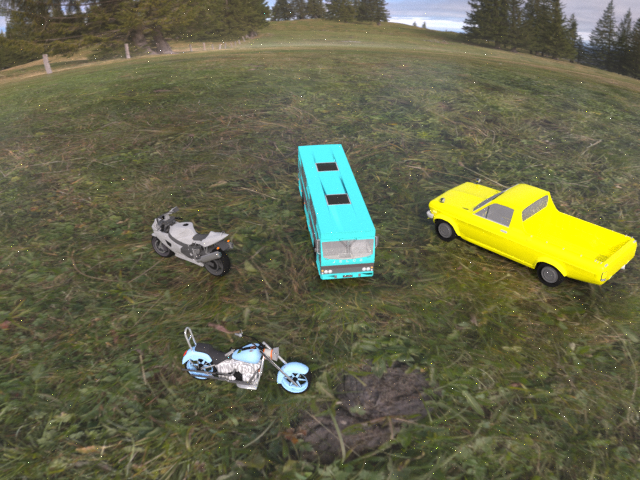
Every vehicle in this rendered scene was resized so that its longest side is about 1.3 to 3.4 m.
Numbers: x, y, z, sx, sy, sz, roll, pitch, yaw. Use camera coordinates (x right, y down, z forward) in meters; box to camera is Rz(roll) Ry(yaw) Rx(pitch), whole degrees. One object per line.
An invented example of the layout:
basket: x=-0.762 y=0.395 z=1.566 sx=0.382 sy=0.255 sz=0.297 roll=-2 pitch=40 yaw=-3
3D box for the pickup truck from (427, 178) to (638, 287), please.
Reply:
pickup truck: x=3.195 y=-0.229 z=10.847 sx=3.117 sy=0.993 sz=1.244 roll=26 pitch=39 yaw=37

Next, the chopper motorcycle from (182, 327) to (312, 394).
chopper motorcycle: x=-0.872 y=1.420 z=8.240 sx=1.563 sy=0.761 sz=0.466 roll=5 pitch=31 yaw=9

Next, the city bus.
city bus: x=0.196 y=-0.535 z=11.471 sx=0.926 sy=0.894 sz=3.255 roll=-4 pitch=30 yaw=-6

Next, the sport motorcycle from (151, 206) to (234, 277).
sport motorcycle: x=-1.970 y=0.045 z=10.547 sx=1.520 sy=0.821 sz=0.506 roll=16 pitch=34 yaw=26
